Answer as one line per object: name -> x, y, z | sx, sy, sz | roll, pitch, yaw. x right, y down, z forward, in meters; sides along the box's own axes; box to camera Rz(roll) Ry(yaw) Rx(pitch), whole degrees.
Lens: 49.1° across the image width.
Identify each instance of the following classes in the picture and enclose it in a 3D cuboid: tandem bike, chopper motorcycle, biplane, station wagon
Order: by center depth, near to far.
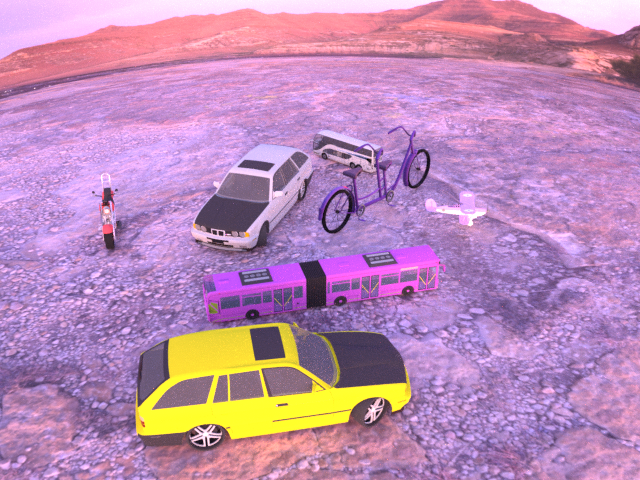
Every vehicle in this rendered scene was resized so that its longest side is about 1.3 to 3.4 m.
station wagon -> -0.515, 1.516, 7.947 | 3.105, 0.920, 1.327 | -5, 30, -10
chopper motorcycle -> -3.548, -0.492, 11.694 | 0.466, 0.761, 1.563 | -7, 30, -13
biplane -> 2.359, -0.531, 12.027 | 1.090, 0.504, 1.336 | 5, 30, 9
station wagon -> -1.119, -0.862, 12.192 | 1.327, 0.920, 3.105 | 9, 31, 16
tandem bike -> 1.040, -1.130, 12.257 | 0.550, 1.326, 3.192 | 23, 37, 35

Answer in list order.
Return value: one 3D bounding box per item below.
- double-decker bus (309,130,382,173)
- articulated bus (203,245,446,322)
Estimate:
double-decker bus -> 0.526, -1.832, 14.311 | 1.672, 0.541, 0.389 | 23, 37, 35
articulated bus -> 0.075, 0.605, 9.942 | 3.401, 0.561, 0.605 | -7, 30, -13
